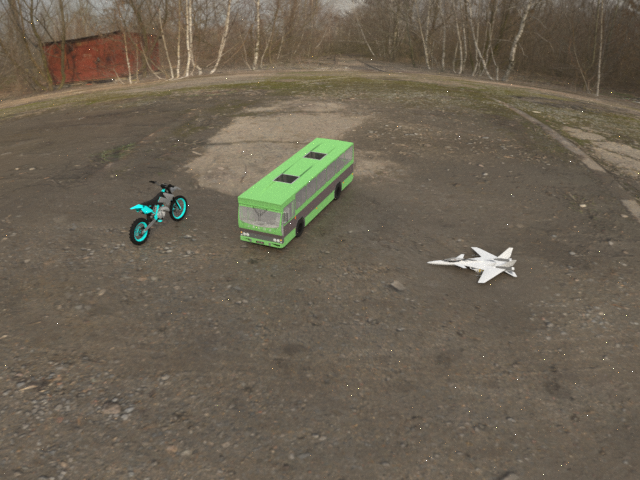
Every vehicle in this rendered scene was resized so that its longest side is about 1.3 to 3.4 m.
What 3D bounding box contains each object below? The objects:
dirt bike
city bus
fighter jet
[{"bbox_3d":[-2.769,-0.526,11.984,0.527,0.857,1.493,14,30,25],"label":"dirt bike"},{"bbox_3d":[-0.339,-0.905,12.678,0.926,0.894,3.255,11,29,21],"label":"city bus"},{"bbox_3d":[2.370,0.313,10.979,1.358,0.286,1.147,3,27,5],"label":"fighter jet"}]
